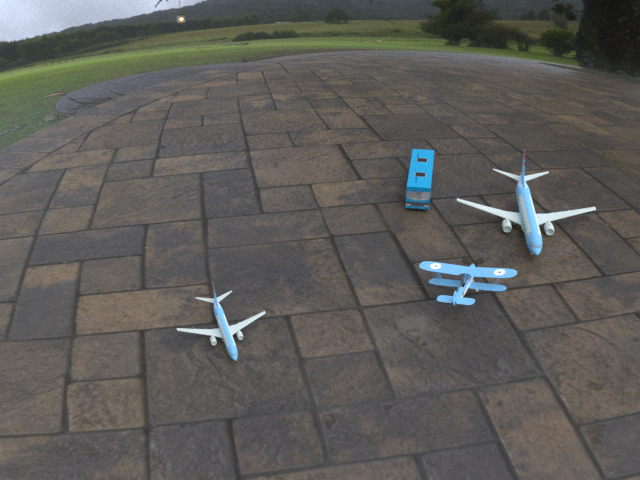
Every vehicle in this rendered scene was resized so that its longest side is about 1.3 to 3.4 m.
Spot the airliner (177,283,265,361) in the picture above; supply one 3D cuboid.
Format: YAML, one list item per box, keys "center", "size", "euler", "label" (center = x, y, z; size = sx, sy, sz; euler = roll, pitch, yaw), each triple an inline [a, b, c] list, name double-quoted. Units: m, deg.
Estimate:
- center: [-1.225, 1.033, 8.905]
  size: [1.161, 0.429, 1.307]
  euler: [-10, 32, -16]
  label: "airliner"

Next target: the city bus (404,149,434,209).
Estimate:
- center: [1.794, -1.090, 12.518]
  size: [0.476, 0.460, 1.674]
  euler: [5, 31, 9]
  label: "city bus"

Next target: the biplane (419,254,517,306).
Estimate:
- center: [1.952, 0.598, 9.577]
  size: [1.336, 0.504, 1.090]
  euler: [13, 33, 21]
  label: "biplane"

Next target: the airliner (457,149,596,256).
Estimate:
- center: [3.388, -0.619, 11.338]
  size: [2.257, 0.835, 2.541]
  euler: [4, 30, 7]
  label: "airliner"
